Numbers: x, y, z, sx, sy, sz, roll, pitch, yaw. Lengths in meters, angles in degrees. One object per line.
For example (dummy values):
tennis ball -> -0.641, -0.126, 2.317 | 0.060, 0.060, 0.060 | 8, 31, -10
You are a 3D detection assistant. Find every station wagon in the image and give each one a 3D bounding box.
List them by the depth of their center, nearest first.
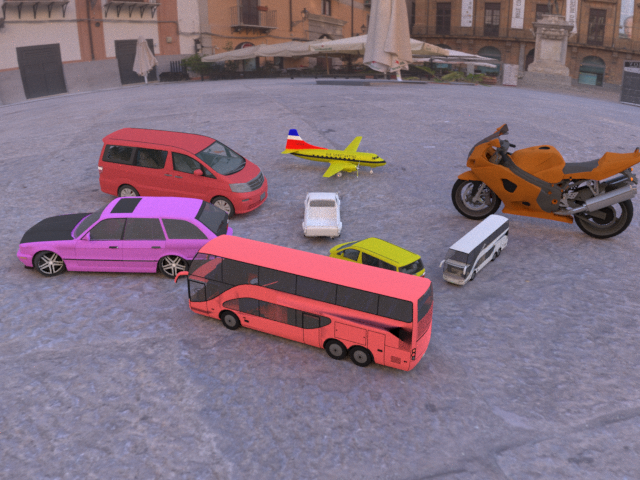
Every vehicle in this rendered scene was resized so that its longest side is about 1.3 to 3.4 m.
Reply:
station wagon -> -2.909, -0.109, 10.473 | 3.105, 0.920, 1.327 | 1, 25, 2

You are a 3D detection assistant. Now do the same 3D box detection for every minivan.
minivan -> 0.745, 0.326, 9.914 | 0.681, 0.616, 1.548 | -22, 33, -38
minivan -> -2.434, -1.242, 12.537 | 3.011, 1.197, 1.324 | 8, 26, 16

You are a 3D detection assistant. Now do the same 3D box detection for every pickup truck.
pickup truck -> 0.038, -0.471, 11.713 | 0.640, 0.511, 1.603 | 0, 25, 0

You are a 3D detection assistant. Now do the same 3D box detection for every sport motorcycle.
sport motorcycle -> 3.640, -0.922, 11.398 | 2.955, 1.596, 0.983 | 9, 27, 19

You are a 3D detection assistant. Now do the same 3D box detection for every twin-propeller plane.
twin-propeller plane -> 0.306, -1.789, 14.160 | 2.129, 0.792, 2.663 | 7, 26, 15

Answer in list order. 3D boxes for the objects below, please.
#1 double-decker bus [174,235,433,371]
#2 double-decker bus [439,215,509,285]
double-decker bus -> -0.240, 0.706, 8.606 | 3.251, 1.052, 0.756 | 12, 28, 23
double-decker bus -> 2.327, 0.142, 10.388 | 0.389, 0.541, 1.672 | 17, 30, 32
